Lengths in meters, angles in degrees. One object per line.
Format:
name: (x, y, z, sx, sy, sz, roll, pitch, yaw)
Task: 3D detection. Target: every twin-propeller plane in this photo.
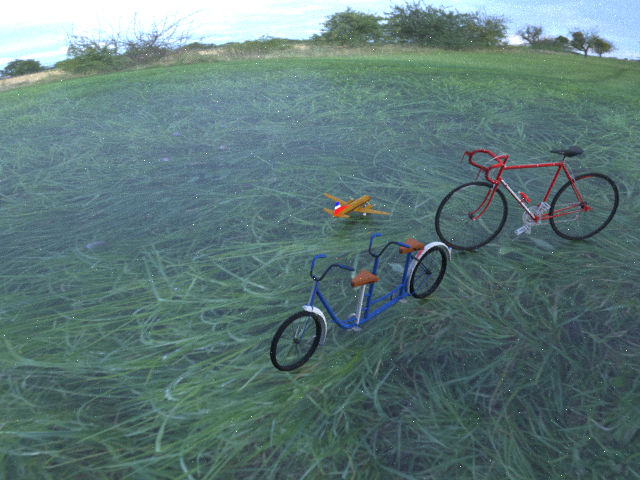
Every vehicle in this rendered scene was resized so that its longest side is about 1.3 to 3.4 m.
twin-propeller plane: (0.559, -0.615, 11.897, 1.370, 0.407, 1.095, 20, 34, 32)

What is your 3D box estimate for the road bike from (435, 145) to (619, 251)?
road bike: (3.204, -0.649, 10.632, 3.004, 1.656, 0.697, -5, 28, -9)

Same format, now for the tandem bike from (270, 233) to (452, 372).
tandem bike: (0.627, 0.561, 8.713, 3.192, 1.326, 0.550, -23, 36, -36)
